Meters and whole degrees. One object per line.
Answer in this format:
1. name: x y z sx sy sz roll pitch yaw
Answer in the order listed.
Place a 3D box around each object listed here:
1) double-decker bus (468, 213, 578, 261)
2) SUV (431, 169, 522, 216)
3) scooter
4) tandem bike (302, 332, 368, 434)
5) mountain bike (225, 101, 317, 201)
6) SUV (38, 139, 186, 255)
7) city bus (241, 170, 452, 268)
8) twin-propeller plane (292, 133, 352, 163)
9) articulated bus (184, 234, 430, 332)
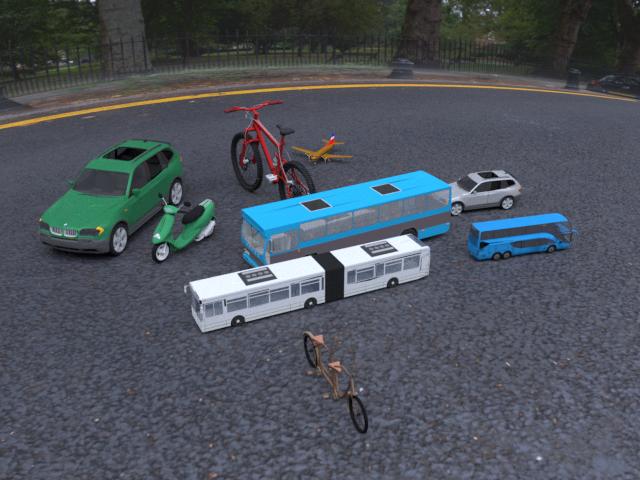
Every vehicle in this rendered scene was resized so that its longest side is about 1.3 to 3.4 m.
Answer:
1. double-decker bus: 3.077 -0.056 10.654 1.672 0.541 0.389 -7 28 -14
2. SUV: 2.728 -0.859 12.204 1.572 0.580 0.656 -7 28 -14
3. scooter: -2.074 -0.282 10.684 0.662 0.919 1.399 17 31 30
4. tandem bike: 0.140 1.404 7.601 0.283 0.682 1.642 -11 29 -21
5. mountain bike: -0.851 -1.364 11.975 1.114 1.688 2.857 -16 31 -29
6. SUV: -3.322 -0.793 11.465 1.276 1.128 3.058 8 28 15
7. city bus: 0.457 -0.244 10.635 3.255 0.894 0.926 -14 30 -26
8. twin-propeller plane: 0.070 -1.874 14.411 1.370 0.407 1.095 12 29 23
9. articulated bus: -0.079 0.537 9.455 3.401 0.561 0.605 -12 29 -22
